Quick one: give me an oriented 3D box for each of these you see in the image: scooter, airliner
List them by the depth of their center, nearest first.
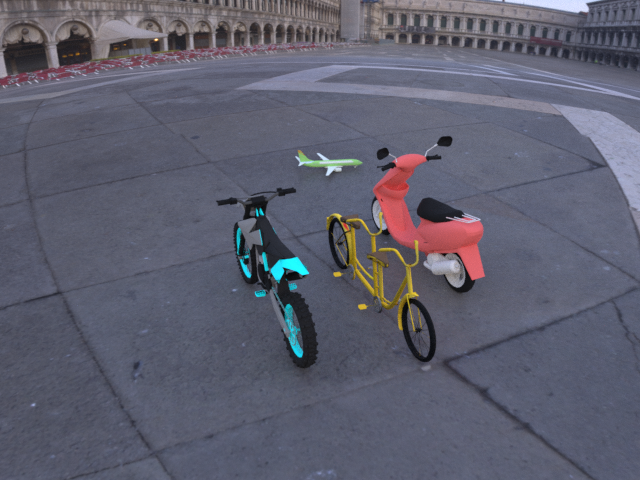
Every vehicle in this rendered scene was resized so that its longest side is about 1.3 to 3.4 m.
[{"bbox_3d":[1.501,-0.477,10.170,1.288,1.786,2.721,-14,31,-24],"label":"scooter"},{"bbox_3d":[0.192,-1.581,13.654,1.307,0.429,1.161,-4,29,-8],"label":"airliner"}]

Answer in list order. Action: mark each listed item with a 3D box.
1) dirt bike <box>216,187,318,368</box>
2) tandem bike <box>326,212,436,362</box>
[{"bbox_3d":[-0.661,0.290,8.871,1.024,1.666,2.903,-11,30,-20],"label":"dirt bike"},{"bbox_3d":[0.721,0.308,9.197,0.550,1.326,3.192,-11,30,-19],"label":"tandem bike"}]
